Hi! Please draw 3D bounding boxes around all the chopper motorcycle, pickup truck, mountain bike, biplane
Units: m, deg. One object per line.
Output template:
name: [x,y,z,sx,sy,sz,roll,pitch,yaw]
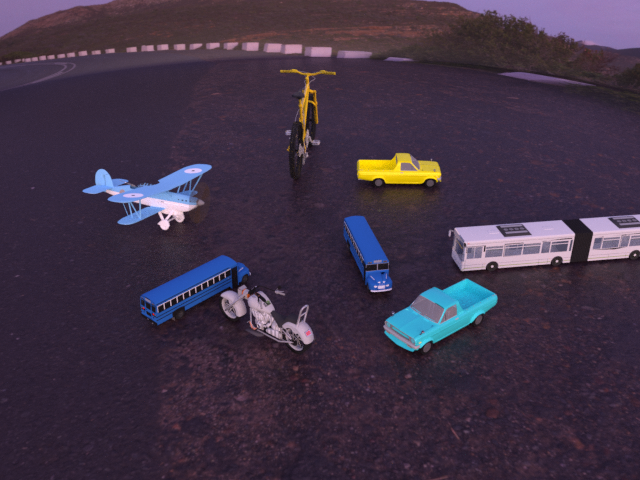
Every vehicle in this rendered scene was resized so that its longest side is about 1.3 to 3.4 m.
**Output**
chopper motorcycle: [-0.708,0.893,8.823,1.563,0.761,0.466,22,35,34]
pickup truck: [1.484,-1.338,13.199,1.603,0.511,0.640,1,28,1]
pickup truck: [1.578,0.913,9.049,1.603,0.511,0.640,-21,35,-33]
mountain bike: [-0.315,-2.382,13.889,1.114,1.688,2.857,4,29,7]
biplane: [-2.829,-0.763,11.645,2.120,0.981,2.598,11,30,19]

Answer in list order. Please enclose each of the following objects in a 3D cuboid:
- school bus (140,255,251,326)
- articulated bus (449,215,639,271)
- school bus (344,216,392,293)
school bus: [-1.666,0.637,9.638,0.365,0.434,1.708,23,36,35]
articulated bus: [3.677,0.024,10.635,3.401,0.561,0.605,-4,29,-8]
school bus: [0.703,0.199,10.445,0.365,0.434,1.708,-5,29,-10]
